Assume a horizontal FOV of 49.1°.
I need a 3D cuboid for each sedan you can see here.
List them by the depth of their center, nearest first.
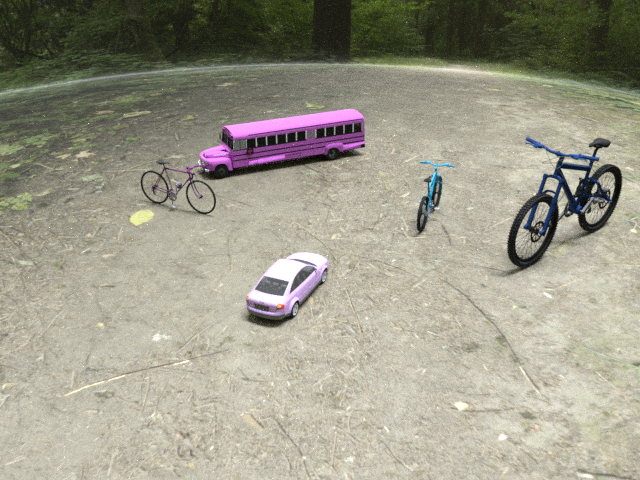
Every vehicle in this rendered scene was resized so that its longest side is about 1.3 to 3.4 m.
[{"bbox_3d":[-0.396,0.511,9.222,0.635,0.483,1.613,11,29,21],"label":"sedan"}]

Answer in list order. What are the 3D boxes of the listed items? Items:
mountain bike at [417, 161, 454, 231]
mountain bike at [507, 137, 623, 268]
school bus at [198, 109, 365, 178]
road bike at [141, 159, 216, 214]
[{"bbox_3d":[1.788,-0.740,11.277,0.573,0.868,1.469,10,29,20],"label":"mountain bike"},{"bbox_3d":[3.667,-0.657,10.202,2.857,1.688,1.114,-21,34,-35],"label":"mountain bike"},{"bbox_3d":[-0.728,-1.910,13.624,3.322,0.844,0.709,-12,29,-23],"label":"school bus"},{"bbox_3d":[-2.382,-0.913,11.638,1.545,0.852,0.358,13,29,24],"label":"road bike"}]
